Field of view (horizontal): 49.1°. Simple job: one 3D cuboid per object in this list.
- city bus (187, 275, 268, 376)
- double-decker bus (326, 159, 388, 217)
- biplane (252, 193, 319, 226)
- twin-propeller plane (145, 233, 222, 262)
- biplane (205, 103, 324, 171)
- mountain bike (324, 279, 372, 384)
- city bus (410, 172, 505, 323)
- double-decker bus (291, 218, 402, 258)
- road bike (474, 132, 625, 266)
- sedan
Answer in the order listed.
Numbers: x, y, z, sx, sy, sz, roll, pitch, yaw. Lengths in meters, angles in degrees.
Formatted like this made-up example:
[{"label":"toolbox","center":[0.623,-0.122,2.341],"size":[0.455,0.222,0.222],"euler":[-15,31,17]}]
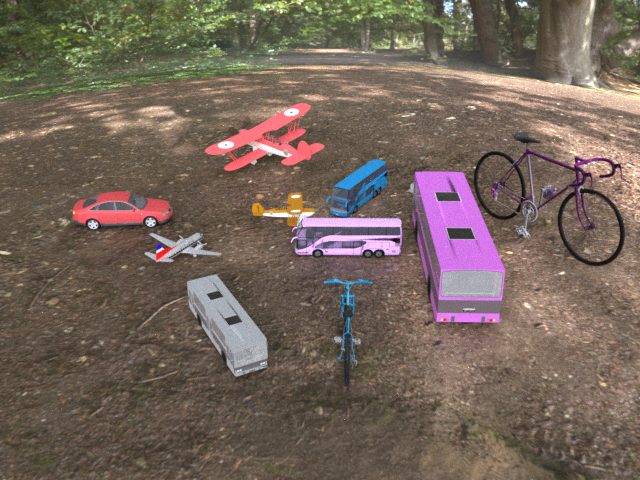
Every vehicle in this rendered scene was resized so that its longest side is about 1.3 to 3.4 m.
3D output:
[{"label":"city bus","center":[-1.168,1.029,8.628],"size":[0.476,0.460,1.674],"euler":[-14,30,-24]},{"label":"double-decker bus","center":[0.689,-0.909,12.305],"size":[0.389,0.541,1.672],"euler":[15,31,27]},{"label":"biplane","center":[-0.566,-0.470,11.493],"size":[1.090,0.504,1.336],"euler":[-1,27,-2]},{"label":"twin-propeller plane","center":[-2.104,0.069,10.551],"size":[1.370,0.407,1.095],"euler":[15,31,26]},{"label":"biplane","center":[-0.946,-1.850,13.652],"size":[2.120,0.981,2.598],"euler":[24,36,39]},{"label":"mountain bike","center":[0.323,0.996,8.246],"size":[0.573,0.868,1.469],"euler":[1,27,1]},{"label":"city bus","center":[1.893,0.023,10.107],"size":[0.926,0.894,3.255],"euler":[1,27,1]},{"label":"double-decker bus","center":[0.403,-0.043,10.623],"size":[1.672,0.541,0.389],"euler":[0,27,1]},{"label":"road bike","center":[3.451,-0.760,10.797],"size":[0.697,1.656,3.004],"euler":[-16,31,-28]},{"label":"sedan","center":[-3.270,-0.525,11.622],"size":[1.613,0.483,0.635],"euler":[-2,27,-5]}]
